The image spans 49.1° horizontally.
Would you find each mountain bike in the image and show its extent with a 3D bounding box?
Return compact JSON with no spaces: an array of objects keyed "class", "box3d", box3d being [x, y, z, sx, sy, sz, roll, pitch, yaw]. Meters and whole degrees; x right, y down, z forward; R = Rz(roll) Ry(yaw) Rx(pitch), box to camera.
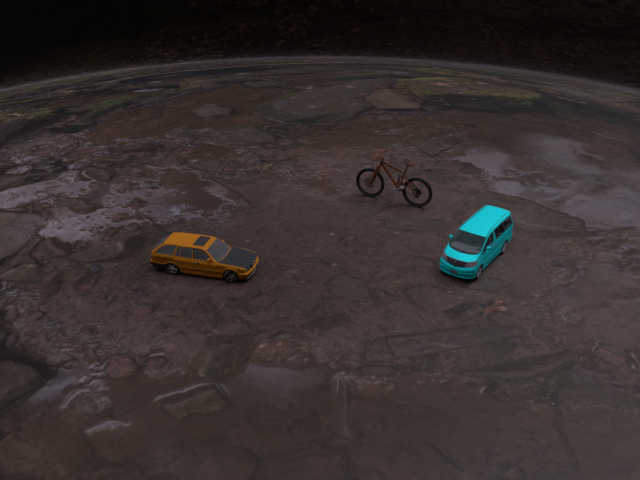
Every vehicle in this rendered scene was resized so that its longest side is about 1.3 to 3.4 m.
[{"class":"mountain bike","box3d":[1.317,-1.081,12.477,1.469,0.868,0.573,14,32,24]}]

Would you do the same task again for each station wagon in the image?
[{"class":"station wagon","box3d":[-1.720,0.222,10.493,1.597,0.473,0.682,7,29,13]}]

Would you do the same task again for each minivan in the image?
[{"class":"minivan","box3d":[2.408,0.024,10.710,0.681,0.616,1.548,19,34,31]}]
